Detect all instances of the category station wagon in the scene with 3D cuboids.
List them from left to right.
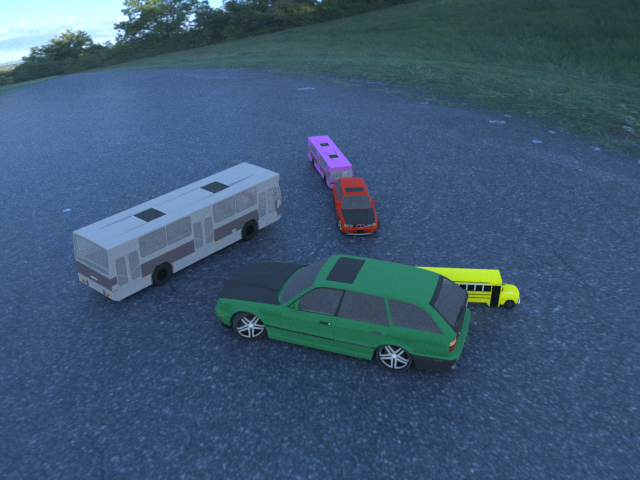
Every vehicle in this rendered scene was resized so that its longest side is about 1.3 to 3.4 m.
[{"bbox_3d":[0.246,0.737,8.570,3.105,0.920,1.327,9,30,17],"label":"station wagon"},{"bbox_3d":[0.567,-0.604,11.543,0.682,0.473,1.597,-2,28,-4],"label":"station wagon"}]

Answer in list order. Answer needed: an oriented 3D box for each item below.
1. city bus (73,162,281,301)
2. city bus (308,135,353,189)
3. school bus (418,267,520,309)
[{"bbox_3d":[-1.954,-0.183,10.312,0.926,0.894,3.255,21,35,34],"label":"city bus"},{"bbox_3d":[0.168,-1.467,13.167,0.476,0.460,1.674,-7,29,-13],"label":"city bus"},{"bbox_3d":[1.794,0.617,9.307,1.708,0.434,0.365,2,28,4],"label":"school bus"}]
